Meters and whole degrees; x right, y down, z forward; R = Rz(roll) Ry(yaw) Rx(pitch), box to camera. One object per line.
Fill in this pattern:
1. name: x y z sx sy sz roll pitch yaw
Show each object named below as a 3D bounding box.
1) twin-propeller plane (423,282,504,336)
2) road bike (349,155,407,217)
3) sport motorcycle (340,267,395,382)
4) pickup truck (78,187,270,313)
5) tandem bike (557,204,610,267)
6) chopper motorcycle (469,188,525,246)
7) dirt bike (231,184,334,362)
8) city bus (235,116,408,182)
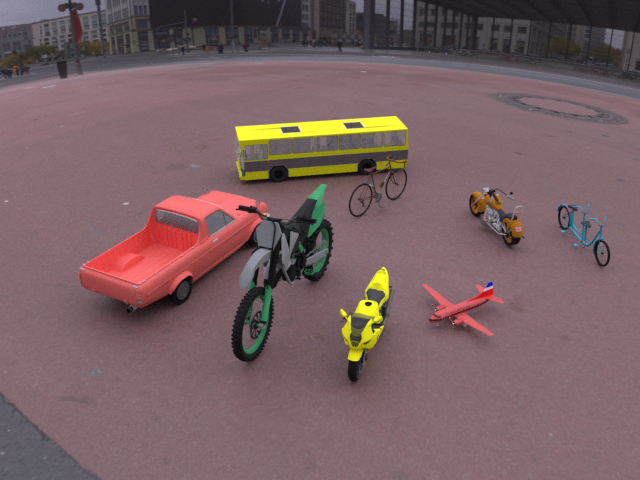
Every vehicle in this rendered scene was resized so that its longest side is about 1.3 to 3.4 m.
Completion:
1. twin-propeller plane: 1.873 0.850 9.217 1.095 0.407 1.370 -16 32 -26
2. road bike: 1.023 -0.945 12.066 0.358 0.852 1.545 25 37 38
3. sport motorcycle: 0.585 1.010 8.487 0.506 0.821 1.520 9 30 15
4. pickup truck: -2.004 -0.020 10.209 1.244 0.993 3.117 15 32 25
5. tandem bike: 4.102 -0.213 10.893 0.283 0.682 1.642 -4 29 -8
6. chopper motorcycle: 2.841 -0.503 11.344 0.466 0.761 1.563 -7 29 -13
7. dirt bike: -0.403 0.248 9.006 1.024 1.666 2.903 11 30 20
8. city bus: 0.026 -1.744 13.496 3.255 0.894 0.926 -6 29 -10
